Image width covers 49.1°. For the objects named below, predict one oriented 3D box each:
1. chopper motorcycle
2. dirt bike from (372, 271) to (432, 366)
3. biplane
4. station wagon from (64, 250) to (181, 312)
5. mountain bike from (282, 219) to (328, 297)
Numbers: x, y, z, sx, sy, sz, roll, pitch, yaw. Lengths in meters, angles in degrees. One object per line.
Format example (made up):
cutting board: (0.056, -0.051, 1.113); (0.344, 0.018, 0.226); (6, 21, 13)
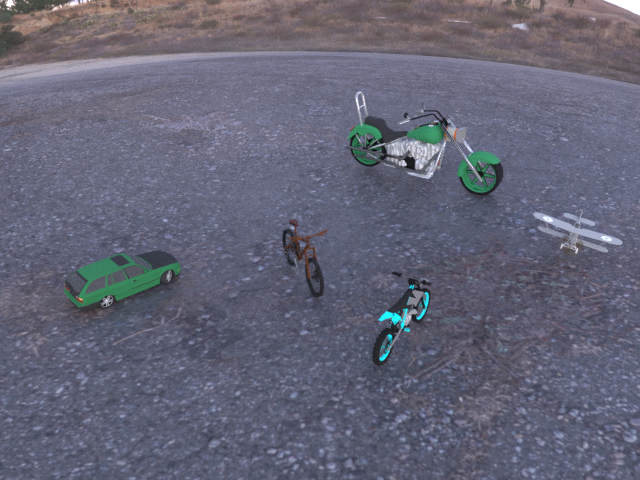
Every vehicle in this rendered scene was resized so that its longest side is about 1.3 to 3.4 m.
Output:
chopper motorcycle: (1.890, -1.786, 12.848); (3.040, 1.480, 0.906); (16, 33, 26)
dirt bike: (1.034, 0.896, 8.656); (0.527, 0.857, 1.493); (17, 33, 28)
biplane: (3.985, -0.125, 10.860); (1.336, 0.504, 1.090); (13, 31, 22)
station wagon: (-2.743, 0.473, 9.814); (1.597, 0.473, 0.682); (-23, 36, -35)
mountain bike: (-0.261, 0.179, 9.938); (0.573, 0.868, 1.469); (-12, 31, -20)
